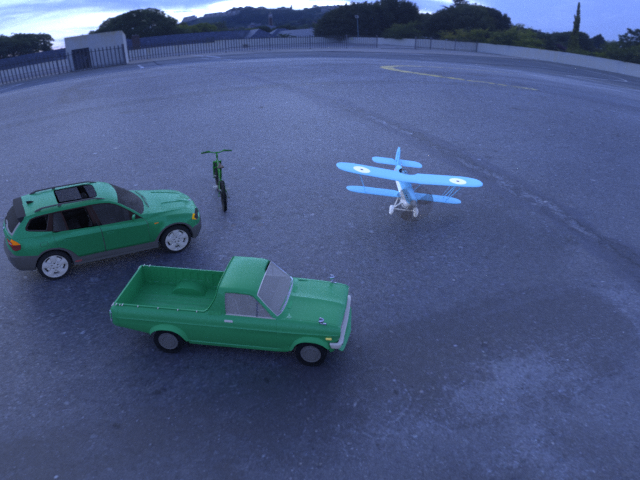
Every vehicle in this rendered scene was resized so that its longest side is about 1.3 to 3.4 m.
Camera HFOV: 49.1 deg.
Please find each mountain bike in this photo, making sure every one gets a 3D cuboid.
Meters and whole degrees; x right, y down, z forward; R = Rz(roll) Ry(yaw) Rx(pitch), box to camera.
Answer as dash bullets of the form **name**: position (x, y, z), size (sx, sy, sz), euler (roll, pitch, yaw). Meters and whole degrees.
- **mountain bike**: position (-1.854, -1.147, 12.955), size (0.573, 0.868, 1.469), euler (-7, 30, -12)

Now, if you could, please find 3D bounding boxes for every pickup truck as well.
- **pickup truck**: position (-1.134, 0.821, 9.285), size (3.117, 0.993, 1.244), euler (4, 29, 7)

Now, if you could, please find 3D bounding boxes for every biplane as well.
- **biplane**: position (1.564, -1.055, 12.674), size (2.598, 0.981, 2.120), euler (-2, 29, -3)

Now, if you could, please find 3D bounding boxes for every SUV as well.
- **SUV**: position (-3.458, -0.328, 11.213), size (3.058, 1.128, 1.276), euler (-13, 32, -22)
